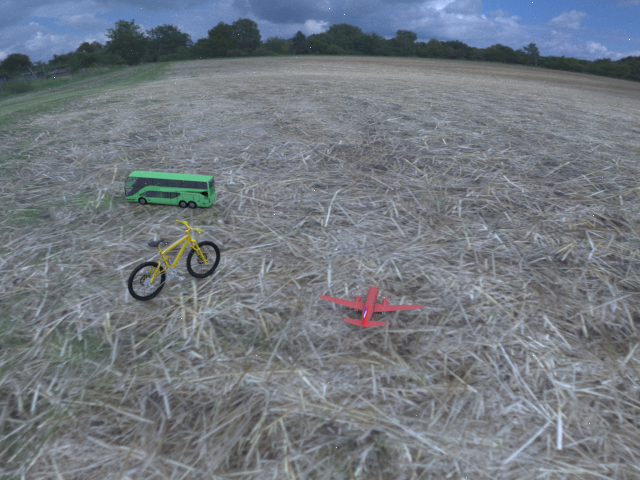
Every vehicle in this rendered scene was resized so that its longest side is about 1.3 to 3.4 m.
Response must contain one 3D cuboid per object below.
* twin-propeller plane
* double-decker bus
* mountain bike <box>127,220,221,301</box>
[{"bbox_3d":[0.637,0.810,9.008,1.370,0.407,1.095,5,26,10],"label":"twin-propeller plane"},{"bbox_3d":[-2.683,-0.900,12.378,1.672,0.541,0.389,5,26,10],"label":"double-decker bus"},{"bbox_3d":[-1.981,0.277,9.578,1.469,0.868,0.573,-22,34,-38],"label":"mountain bike"}]
